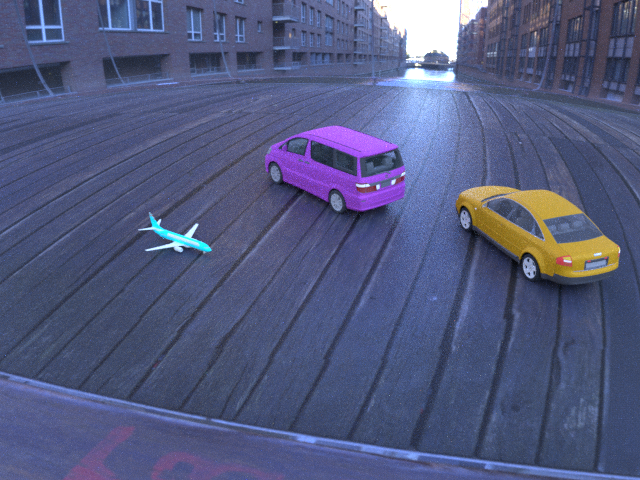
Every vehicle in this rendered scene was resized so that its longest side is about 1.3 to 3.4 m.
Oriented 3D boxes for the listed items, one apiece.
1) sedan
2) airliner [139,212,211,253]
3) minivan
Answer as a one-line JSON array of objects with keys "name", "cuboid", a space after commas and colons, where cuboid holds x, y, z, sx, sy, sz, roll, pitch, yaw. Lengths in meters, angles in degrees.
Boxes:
[{"name": "sedan", "cuboid": [3.231, -0.288, 10.797, 1.235, 0.940, 3.137, -9, 27, -18]}, {"name": "airliner", "cuboid": [-2.217, -0.103, 11.001, 1.307, 0.429, 1.161, 16, 30, 29]}, {"name": "minivan", "cuboid": [0.187, -1.445, 12.890, 1.324, 1.197, 3.011, -19, 32, -34]}]
